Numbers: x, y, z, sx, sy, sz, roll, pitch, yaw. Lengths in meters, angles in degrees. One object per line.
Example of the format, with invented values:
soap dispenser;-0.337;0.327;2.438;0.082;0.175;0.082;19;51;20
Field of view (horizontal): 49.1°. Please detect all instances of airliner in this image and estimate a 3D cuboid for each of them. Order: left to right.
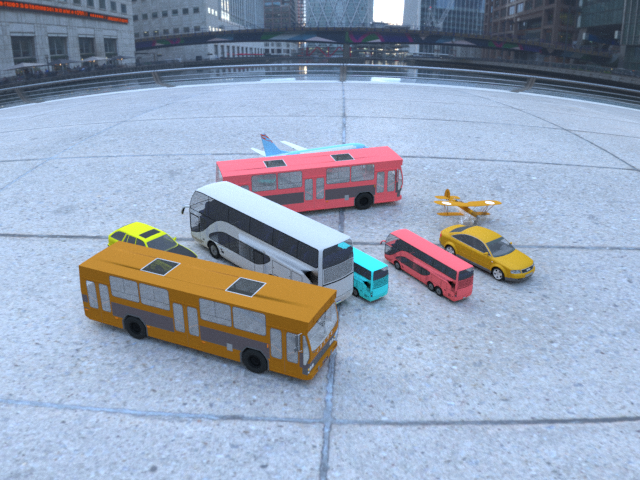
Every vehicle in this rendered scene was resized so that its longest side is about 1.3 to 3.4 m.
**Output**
airliner;-0.080;-1.951;14.513;2.541;0.835;2.257;-12;28;-23

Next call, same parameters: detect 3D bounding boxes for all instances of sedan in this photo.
sedan;2.523;0.134;10.618;0.635;0.483;1.613;-19;32;-33

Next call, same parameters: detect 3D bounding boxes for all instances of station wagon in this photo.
station wagon;-2.545;0.119;10.660;1.597;0.473;0.682;19;32;34

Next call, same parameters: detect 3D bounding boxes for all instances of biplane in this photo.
biplane;2.447;-0.570;12.045;1.336;0.504;1.090;-11;28;-21

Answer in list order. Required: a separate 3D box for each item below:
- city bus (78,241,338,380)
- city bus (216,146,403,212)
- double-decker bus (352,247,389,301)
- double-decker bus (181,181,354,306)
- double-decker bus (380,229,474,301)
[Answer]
city bus;-1.417;0.847;8.677;3.255;0.894;0.926;11;28;22
city bus;-0.179;-1.000;12.484;3.255;0.894;0.926;-7;27;-14
double-decker bus;0.315;0.339;10.130;0.389;0.541;1.672;-19;32;-34
double-decker bus;-0.836;-0.013;10.269;0.756;1.052;3.251;-22;33;-37
double-decker bus;1.533;0.323;10.161;0.389;0.541;1.672;-16;30;-29
